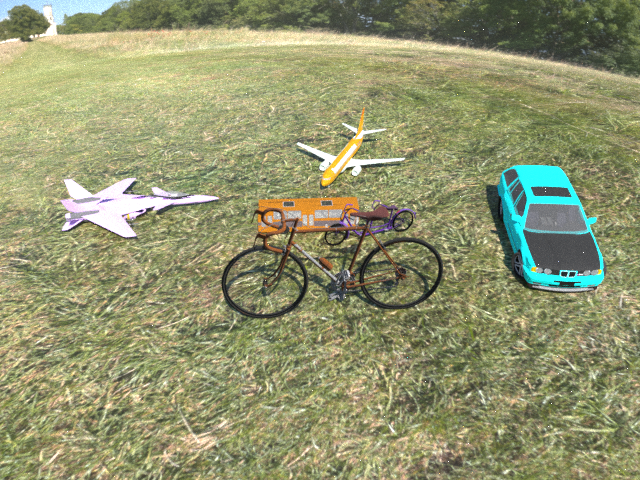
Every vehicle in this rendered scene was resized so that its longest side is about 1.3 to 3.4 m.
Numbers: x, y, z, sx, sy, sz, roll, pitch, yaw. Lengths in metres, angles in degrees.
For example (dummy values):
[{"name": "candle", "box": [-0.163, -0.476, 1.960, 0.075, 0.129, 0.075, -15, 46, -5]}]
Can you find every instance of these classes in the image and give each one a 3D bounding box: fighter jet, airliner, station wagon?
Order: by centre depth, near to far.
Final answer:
[{"name": "station wagon", "box": [3.602, -0.333, 11.102, 1.327, 0.920, 3.105, 2, 31, 4]}, {"name": "fighter jet", "box": [-3.092, -0.746, 12.163, 2.640, 0.557, 2.229, -7, 31, -11]}, {"name": "airliner", "box": [0.495, -1.807, 13.691, 2.257, 0.835, 2.541, 11, 32, 18]}]

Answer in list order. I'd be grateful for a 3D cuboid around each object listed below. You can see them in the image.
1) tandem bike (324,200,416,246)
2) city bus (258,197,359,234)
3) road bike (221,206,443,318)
[{"name": "tandem bike", "box": [0.832, -0.322, 11.319, 1.642, 0.682, 0.283, -12, 32, -19]}, {"name": "city bus", "box": [-0.195, -0.403, 11.674, 1.674, 0.460, 0.476, -2, 31, -3]}, {"name": "road bike", "box": [0.188, 0.306, 9.291, 3.004, 1.656, 0.697, -3, 31, -6]}]
